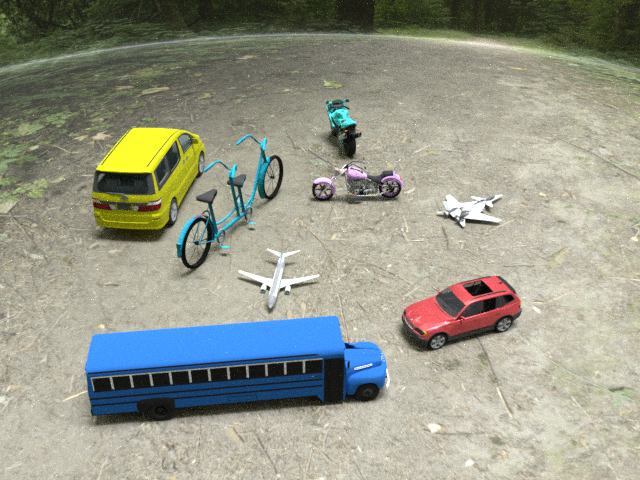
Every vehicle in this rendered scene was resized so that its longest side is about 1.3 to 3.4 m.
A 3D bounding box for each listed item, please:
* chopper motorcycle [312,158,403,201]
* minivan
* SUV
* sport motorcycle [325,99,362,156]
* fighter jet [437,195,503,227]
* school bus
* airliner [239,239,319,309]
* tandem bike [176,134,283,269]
[{"bbox_3d":[0.644,-1.039,11.988,1.563,0.761,0.466,-1,31,-1],"label":"chopper motorcycle"},{"bbox_3d":[-2.839,-1.262,11.936,1.324,1.197,3.011,3,32,5],"label":"minivan"},{"bbox_3d":[1.833,0.883,9.015,1.572,0.580,0.656,-11,33,-18],"label":"SUV"},{"bbox_3d":[0.449,-2.272,13.950,0.506,0.821,1.520,-8,32,-12],"label":"sport motorcycle"},{"bbox_3d":[2.655,-0.636,11.784,1.358,0.286,1.147,-23,38,-32],"label":"fighter jet"},{"bbox_3d":[-0.868,1.412,7.896,3.322,0.844,0.709,-4,32,-6],"label":"school bus"},{"bbox_3d":[-0.604,0.472,9.833,1.161,0.429,1.307,3,32,5],"label":"airliner"},{"bbox_3d":[-1.330,-0.731,10.942,0.550,1.326,3.192,13,34,21],"label":"tandem bike"}]
